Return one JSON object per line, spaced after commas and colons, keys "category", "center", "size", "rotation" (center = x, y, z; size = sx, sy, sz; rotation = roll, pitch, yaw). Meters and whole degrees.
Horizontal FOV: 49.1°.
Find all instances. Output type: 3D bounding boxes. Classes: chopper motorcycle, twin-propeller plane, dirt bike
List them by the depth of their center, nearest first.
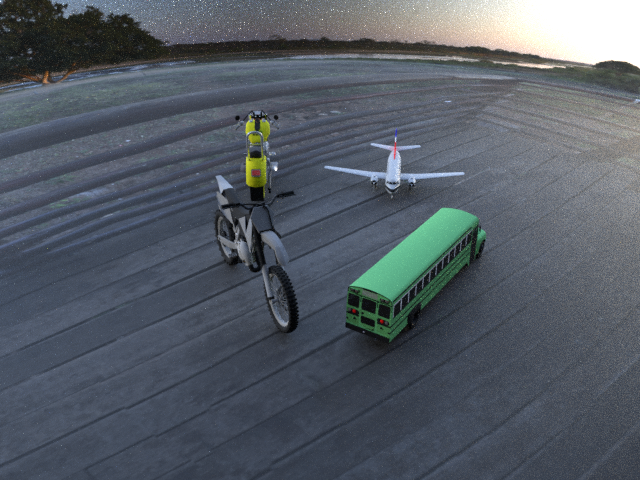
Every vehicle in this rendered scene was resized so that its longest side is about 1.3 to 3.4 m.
{"category": "dirt bike", "center": [-0.953, 0.032, 9.812], "size": [1.024, 1.666, 2.903], "rotation": [-13, 31, -23]}
{"category": "chopper motorcycle", "center": [-1.186, -1.852, 13.478], "size": [0.906, 1.480, 3.040], "rotation": [-1, 29, -3]}
{"category": "twin-propeller plane", "center": [1.430, -1.472, 13.499], "size": [2.663, 0.792, 2.129], "rotation": [3, 29, 6]}

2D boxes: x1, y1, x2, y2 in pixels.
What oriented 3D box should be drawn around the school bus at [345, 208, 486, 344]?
{"category": "school bus", "center": [1.523, 0.348, 10.091], "size": [0.709, 0.844, 3.322], "rotation": [18, 33, 29]}
